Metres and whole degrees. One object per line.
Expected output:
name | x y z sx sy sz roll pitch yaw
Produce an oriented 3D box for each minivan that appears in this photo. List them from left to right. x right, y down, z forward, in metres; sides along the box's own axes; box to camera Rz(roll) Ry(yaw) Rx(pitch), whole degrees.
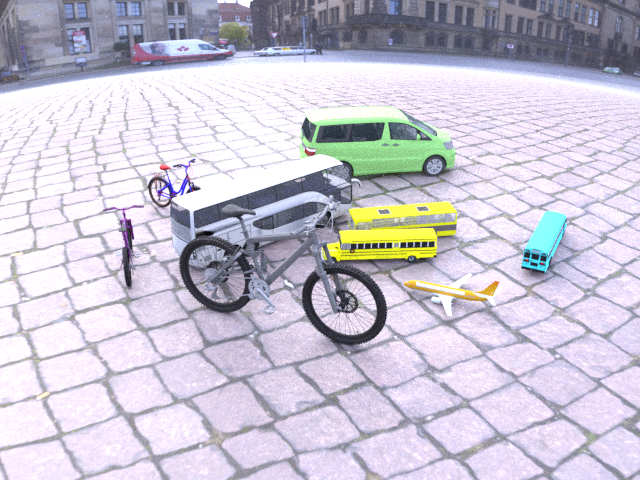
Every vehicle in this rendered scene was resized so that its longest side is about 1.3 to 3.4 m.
minivan | 1.127 -1.917 13.497 3.011 1.197 1.324 -5 28 -9

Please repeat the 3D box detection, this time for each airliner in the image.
airliner | 1.757 0.615 9.426 1.307 0.429 1.161 11 29 21

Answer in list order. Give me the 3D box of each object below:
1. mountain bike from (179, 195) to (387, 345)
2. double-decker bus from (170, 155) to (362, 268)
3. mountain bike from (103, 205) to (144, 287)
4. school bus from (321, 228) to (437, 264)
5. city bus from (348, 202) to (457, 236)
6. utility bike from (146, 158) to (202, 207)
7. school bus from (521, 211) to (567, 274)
mountain bike | -0.529 0.348 8.570 2.857 1.688 1.114 11 29 21
double-decker bus | -0.778 -0.525 10.957 3.251 1.052 0.756 -22 34 -36
mountain bike | -2.783 0.030 10.081 0.573 0.868 1.469 -6 28 -11
school bus | 0.872 0.089 10.439 1.708 0.434 0.365 -2 27 -3
city bus | 1.302 -0.264 11.096 1.674 0.460 0.476 -5 28 -9
utility bike | -2.391 -0.932 11.861 1.435 0.946 0.535 16 31 27
school bus | 3.443 -0.017 10.645 0.365 0.434 1.708 13 30 24
